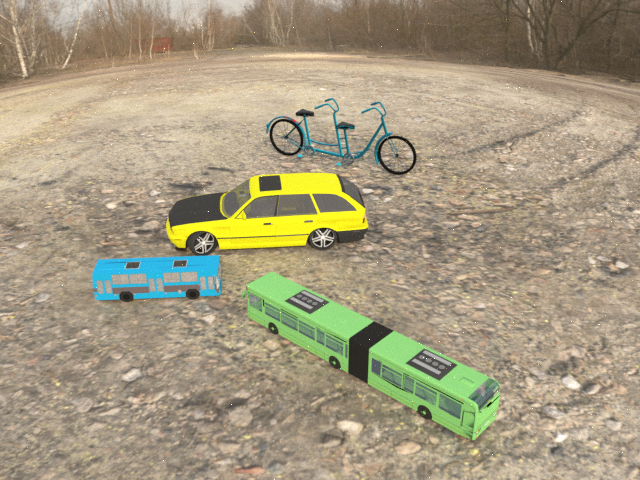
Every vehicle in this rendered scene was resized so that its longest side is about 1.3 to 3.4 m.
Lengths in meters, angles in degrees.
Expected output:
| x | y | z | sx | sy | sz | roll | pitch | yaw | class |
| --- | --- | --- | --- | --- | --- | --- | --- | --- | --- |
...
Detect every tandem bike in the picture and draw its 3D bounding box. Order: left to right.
| x | y | z | sx | sy | sz | roll | pitch | yaw | class |
| --- | --- | --- | --- | --- | --- | --- | --- | --- | --- |
| 0.353 | -2.071 | 13.476 | 3.192 | 1.326 | 0.550 | 13 | 31 | 22 | tandem bike |

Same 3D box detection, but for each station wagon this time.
| x | y | z | sx | sy | sz | roll | pitch | yaw | class |
| --- | --- | --- | --- | --- | --- | --- | --- | --- | --- |
| -0.834 | -0.474 | 10.910 | 3.105 | 0.920 | 1.327 | -3 | 28 | -6 | station wagon |

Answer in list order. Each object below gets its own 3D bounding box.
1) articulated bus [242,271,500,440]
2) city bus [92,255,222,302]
| x | y | z | sx | sy | sz | roll | pitch | yaw | class |
| --- | --- | --- | --- | --- | --- | --- | --- | --- | --- |
| 0.446 | 1.222 | 8.108 | 3.401 | 0.561 | 0.605 | 23 | 36 | 36 | articulated bus |
| -2.188 | 0.530 | 9.514 | 1.674 | 0.460 | 0.476 | -2 | 28 | -4 | city bus |
